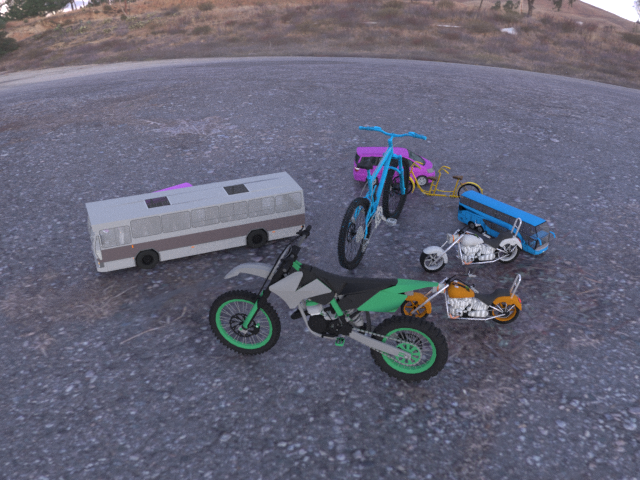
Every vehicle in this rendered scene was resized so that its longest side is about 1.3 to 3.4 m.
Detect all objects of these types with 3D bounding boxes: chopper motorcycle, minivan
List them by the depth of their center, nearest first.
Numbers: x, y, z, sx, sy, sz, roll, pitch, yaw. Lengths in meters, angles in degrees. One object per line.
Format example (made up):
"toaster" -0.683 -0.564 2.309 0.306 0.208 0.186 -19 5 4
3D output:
"chopper motorcycle" 1.848 0.751 9.141 1.563 0.761 0.466 2 29 5
"chopper motorcycle" 2.257 0.074 10.388 1.563 0.761 0.466 -5 29 -9
"minivan" 1.412 -1.417 13.288 1.548 0.616 0.681 0 28 1

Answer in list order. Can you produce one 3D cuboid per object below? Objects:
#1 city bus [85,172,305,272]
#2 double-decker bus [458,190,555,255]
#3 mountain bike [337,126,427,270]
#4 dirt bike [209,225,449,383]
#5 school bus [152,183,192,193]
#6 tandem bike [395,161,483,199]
"city bus" -1.886 -0.283 10.907 3.255 0.894 0.926 -11 30 -20
"double-decker bus" 2.958 -0.281 11.273 0.389 0.541 1.672 -22 35 -34
"mountain bike" 0.909 -0.739 10.915 1.114 1.688 2.857 13 31 22
"dirt bike" 0.049 0.809 8.085 2.903 1.666 1.024 7 29 12
"school bus" -2.906 -0.534 11.851 1.708 0.434 0.365 -22 35 -34
"tandem bike" 2.083 -1.021 12.489 1.642 0.682 0.283 8 30 15
